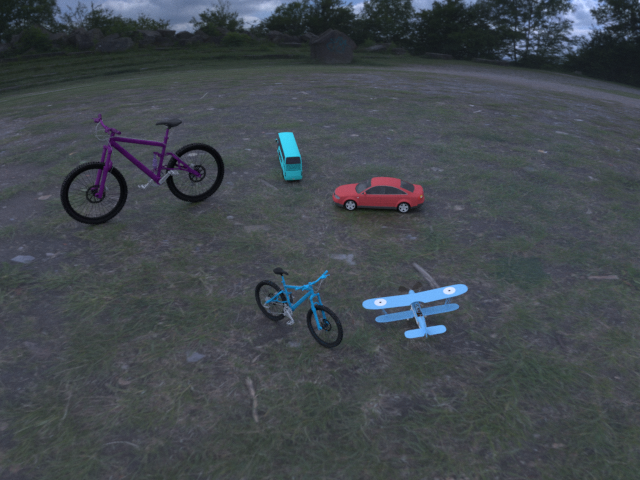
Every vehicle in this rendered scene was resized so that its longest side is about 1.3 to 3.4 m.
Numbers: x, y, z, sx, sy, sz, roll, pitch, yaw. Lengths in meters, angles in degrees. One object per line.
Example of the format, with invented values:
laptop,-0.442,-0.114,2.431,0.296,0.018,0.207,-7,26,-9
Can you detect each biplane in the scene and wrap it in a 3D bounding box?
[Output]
biplane,1.220,0.921,8.838,1.336,0.504,1.090,-2,27,-4

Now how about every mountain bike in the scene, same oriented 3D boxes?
mountain bike,-2.954,-1.244,11.800,2.857,1.688,1.114,-15,31,-28
mountain bike,-0.291,0.780,8.714,1.469,0.868,0.573,21,34,36

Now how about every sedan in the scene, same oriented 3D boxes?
sedan,1.028,-0.831,12.317,1.613,0.483,0.635,3,27,5

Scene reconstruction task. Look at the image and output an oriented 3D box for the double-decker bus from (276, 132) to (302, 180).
double-decker bus,-0.620,-1.697,13.959,0.389,0.541,1.672,-4,27,-7
